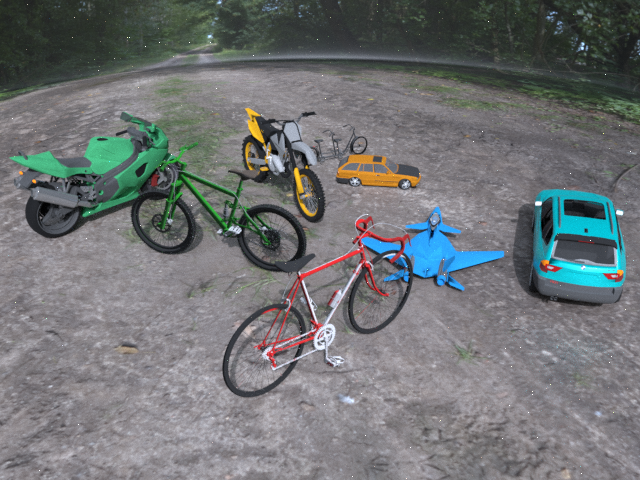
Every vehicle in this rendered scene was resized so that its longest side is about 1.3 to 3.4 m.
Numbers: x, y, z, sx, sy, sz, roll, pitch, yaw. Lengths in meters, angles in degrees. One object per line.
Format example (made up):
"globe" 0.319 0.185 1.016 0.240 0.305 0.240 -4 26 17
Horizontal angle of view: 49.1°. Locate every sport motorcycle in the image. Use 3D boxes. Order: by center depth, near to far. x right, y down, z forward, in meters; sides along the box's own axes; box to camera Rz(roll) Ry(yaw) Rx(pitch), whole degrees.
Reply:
"sport motorcycle" -3.621 -1.113 11.750 0.983 1.596 2.955 25 37 38

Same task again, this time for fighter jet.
"fighter jet" 1.763 -0.119 10.998 2.229 0.557 2.640 6 29 11

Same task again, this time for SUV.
"SUV" 3.826 -0.134 10.422 1.276 1.128 3.058 8 29 14

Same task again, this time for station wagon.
"station wagon" 1.123 -1.323 13.325 1.597 0.473 0.682 4 29 8

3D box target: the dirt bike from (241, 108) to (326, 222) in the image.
"dirt bike" -0.694 -1.481 12.361 1.024 1.666 2.903 -16 32 -27

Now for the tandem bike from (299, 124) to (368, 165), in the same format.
"tandem bike" 0.294 -1.942 14.257 1.642 0.682 0.283 -16 32 -27

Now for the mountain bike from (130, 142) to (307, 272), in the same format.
"mountain bike" -1.557 -0.416 10.356 2.857 1.688 1.114 9 29 15

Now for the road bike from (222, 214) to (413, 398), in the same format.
"road bike" 0.090 0.735 8.248 3.004 1.656 0.696 -23 36 -35
